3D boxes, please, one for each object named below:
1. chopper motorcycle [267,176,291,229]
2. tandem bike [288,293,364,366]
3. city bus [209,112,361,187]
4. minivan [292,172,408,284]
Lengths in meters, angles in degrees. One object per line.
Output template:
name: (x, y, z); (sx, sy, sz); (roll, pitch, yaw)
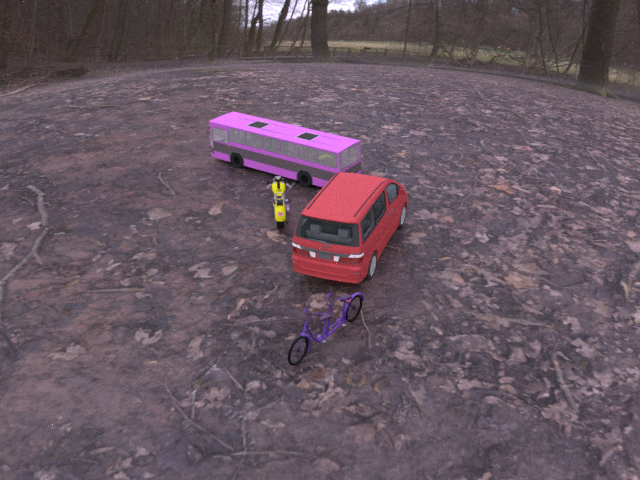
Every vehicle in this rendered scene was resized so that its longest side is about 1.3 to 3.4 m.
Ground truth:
chopper motorcycle: (-0.727, -0.788, 12.445); (0.466, 0.761, 1.563); (-2, 28, -4)
tandem bike: (0.109, 1.036, 9.146); (0.283, 0.682, 1.642); (20, 34, 32)
city bus: (-0.757, -1.797, 14.176); (3.255, 0.894, 0.926); (18, 33, 30)
minivan: (0.580, -0.421, 11.305); (1.324, 1.197, 3.011); (10, 30, 18)
